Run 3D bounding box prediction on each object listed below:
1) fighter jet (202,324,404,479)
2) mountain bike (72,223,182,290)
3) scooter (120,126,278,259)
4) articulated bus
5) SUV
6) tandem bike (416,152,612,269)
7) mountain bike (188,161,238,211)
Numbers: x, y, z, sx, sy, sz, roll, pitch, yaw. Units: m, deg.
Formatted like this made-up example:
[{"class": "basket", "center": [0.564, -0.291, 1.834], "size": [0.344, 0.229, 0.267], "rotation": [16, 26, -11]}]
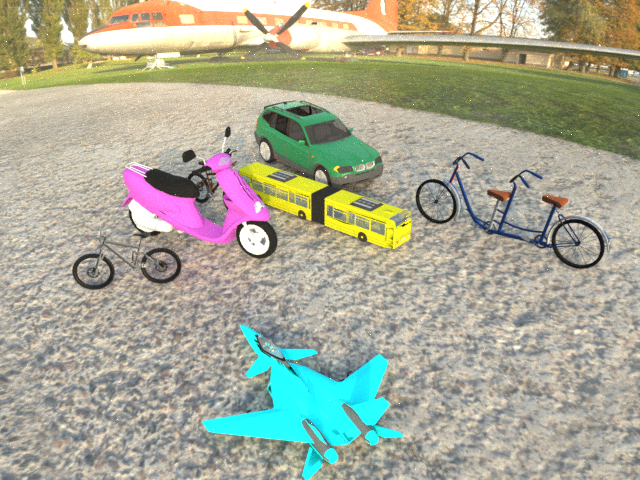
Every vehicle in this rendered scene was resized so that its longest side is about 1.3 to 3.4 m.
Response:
[{"class": "fighter jet", "center": [-0.316, 1.429, 7.706], "size": [2.229, 0.557, 2.640], "rotation": [-15, 31, -27]}, {"class": "mountain bike", "center": [-2.664, 0.260, 9.628], "size": [1.469, 0.868, 0.573], "rotation": [-5, 28, -9]}, {"class": "scooter", "center": [-1.885, -0.711, 10.506], "size": [2.721, 1.786, 1.288], "rotation": [11, 29, 20]}, {"class": "articulated bus", "center": [-0.029, -0.626, 11.674], "size": [3.401, 0.561, 0.605], "rotation": [21, 34, 35]}, {"class": "SUV", "center": [-0.087, -1.889, 13.500], "size": [1.276, 1.128, 3.058], "rotation": [-19, 33, -32]}, {"class": "tandem bike", "center": [2.834, -0.513, 10.624], "size": [3.192, 1.326, 0.550], "rotation": [20, 34, 34]}, {"class": "mountain bike", "center": [-1.777, -0.920, 11.909], "size": [1.469, 0.868, 0.573], "rotation": [21, 34, 35]}]
